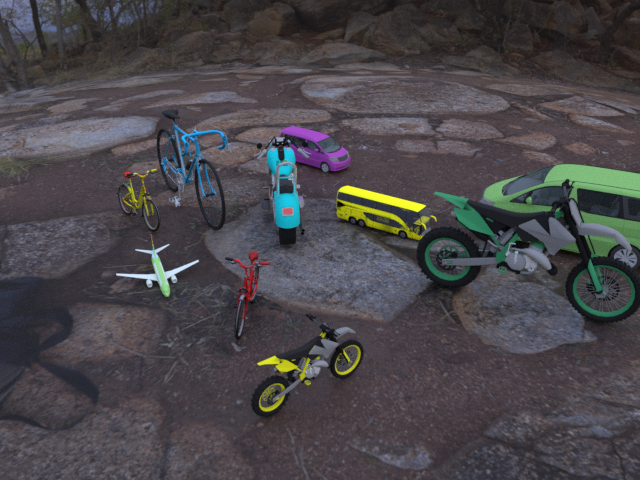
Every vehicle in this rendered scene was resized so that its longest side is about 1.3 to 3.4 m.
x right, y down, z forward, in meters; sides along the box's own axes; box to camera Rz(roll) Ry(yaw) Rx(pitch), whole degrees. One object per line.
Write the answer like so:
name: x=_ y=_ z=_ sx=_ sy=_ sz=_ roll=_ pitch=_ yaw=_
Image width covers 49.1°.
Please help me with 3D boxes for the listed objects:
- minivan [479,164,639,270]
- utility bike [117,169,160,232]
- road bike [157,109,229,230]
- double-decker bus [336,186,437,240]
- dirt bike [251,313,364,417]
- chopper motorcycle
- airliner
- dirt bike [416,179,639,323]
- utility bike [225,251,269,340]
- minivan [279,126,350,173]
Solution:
minivan: x=3.895 y=-0.476 z=10.637 sx=3.011 sy=1.197 sz=1.324 roll=14 pitch=30 yaw=25
utility bike: x=-2.957 y=-0.745 z=11.455 sx=0.535 sy=0.946 sz=1.435 roll=-21 pitch=34 yaw=-36
road bike: x=-2.237 y=-1.297 z=11.763 sx=0.696 sy=1.656 sz=3.004 roll=-15 pitch=30 yaw=-27
double-decker bus: x=1.035 y=-0.430 z=11.278 sx=1.672 sy=0.541 sz=0.389 roll=17 pitch=31 yaw=30
dirt bike: x=-0.108 y=1.303 z=7.467 sx=1.493 sy=0.857 sz=0.527 roll=-19 pitch=32 yaw=-33
chopper motorcycle: x=-0.618 y=-1.055 z=11.477 sx=0.906 sy=1.480 sz=3.040 roll=-3 pitch=27 yaw=-6
airliner: x=-2.254 y=0.368 z=9.810 sx=1.161 sy=0.429 sz=1.307 roll=-10 pitch=28 yaw=-18
dirt bike: x=2.652 y=0.096 z=8.973 sx=2.903 sy=1.666 sz=1.024 roll=12 pitch=29 yaw=23
utility bike: x=-0.867 y=0.569 z=8.834 sx=0.535 sy=0.946 sz=1.435 roll=3 pitch=27 yaw=5
minivan: x=-0.120 y=-1.817 z=13.962 sx=1.548 sy=0.616 sz=0.681 roll=19 pitch=32 yaw=33
